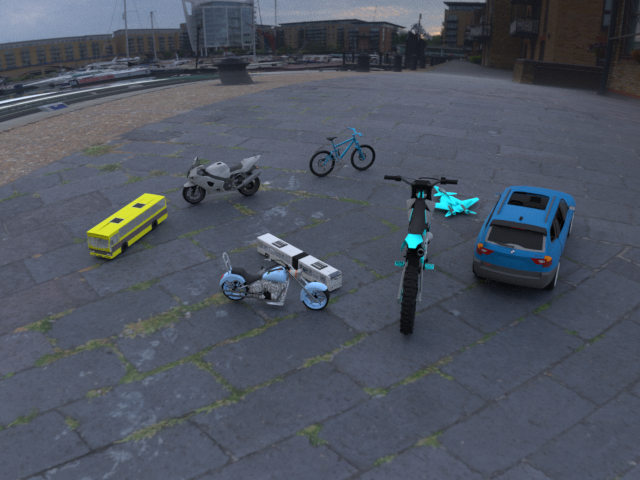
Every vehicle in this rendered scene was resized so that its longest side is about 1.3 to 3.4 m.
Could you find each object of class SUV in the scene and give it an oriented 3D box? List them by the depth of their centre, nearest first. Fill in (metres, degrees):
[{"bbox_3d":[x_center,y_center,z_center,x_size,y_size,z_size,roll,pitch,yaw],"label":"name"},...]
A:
[{"bbox_3d":[3.277,-0.271,11.008,1.276,1.128,3.058,11,29,21],"label":"SUV"}]

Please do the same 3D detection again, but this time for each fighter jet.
[{"bbox_3d":[2.374,-0.827,13.019,1.147,0.286,1.358,-6,28,-11],"label":"fighter jet"}]

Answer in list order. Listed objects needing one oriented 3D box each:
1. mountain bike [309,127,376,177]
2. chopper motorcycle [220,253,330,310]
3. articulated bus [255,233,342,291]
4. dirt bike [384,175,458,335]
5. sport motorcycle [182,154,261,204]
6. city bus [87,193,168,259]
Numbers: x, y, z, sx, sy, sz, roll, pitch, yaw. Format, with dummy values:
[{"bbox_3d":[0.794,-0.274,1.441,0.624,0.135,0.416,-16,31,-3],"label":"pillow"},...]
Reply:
[{"bbox_3d":[0.467,-1.757,14.197,1.469,0.868,0.573,-11,29,-20],"label":"mountain bike"},{"bbox_3d":[-0.641,0.576,9.755,1.563,0.761,0.466,4,27,9],"label":"chopper motorcycle"},{"bbox_3d":[-0.352,0.322,10.770,0.311,0.289,1.749,-22,35,-37],"label":"articulated bus"},{"bbox_3d":[1.350,0.001,9.886,1.024,1.666,2.903,5,28,10],"label":"dirt bike"},{"bbox_3d":[-1.826,-1.140,13.043,1.520,0.821,0.506,-10,29,-19],"label":"sport motorcycle"},{"bbox_3d":[-3.178,-0.241,11.682,0.476,0.460,1.674,10,29,18],"label":"city bus"}]
